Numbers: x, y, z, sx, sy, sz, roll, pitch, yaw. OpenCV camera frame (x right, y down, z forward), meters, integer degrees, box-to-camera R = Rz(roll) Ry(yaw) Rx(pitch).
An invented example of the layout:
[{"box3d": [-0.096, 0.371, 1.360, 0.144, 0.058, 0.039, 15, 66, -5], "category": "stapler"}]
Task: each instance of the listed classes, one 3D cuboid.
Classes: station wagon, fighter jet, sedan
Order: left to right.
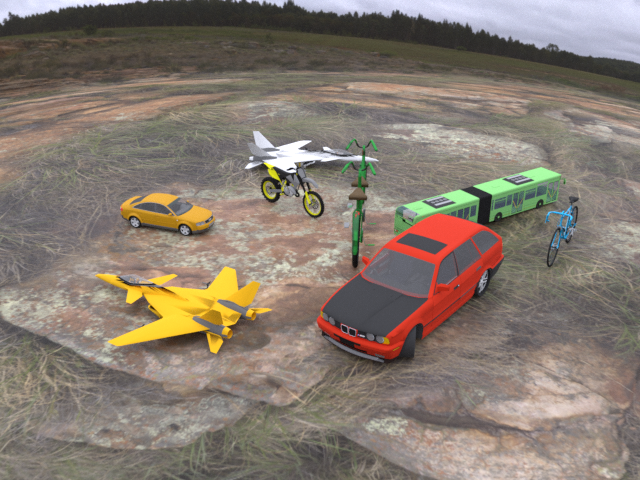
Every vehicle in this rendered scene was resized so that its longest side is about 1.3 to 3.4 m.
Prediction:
[{"box3d": [-2.031, 0.642, 9.131, 2.640, 0.557, 2.229, 15, 30, 28], "category": "fighter jet"}, {"box3d": [-2.503, -0.469, 11.498, 1.613, 0.483, 0.635, 9, 27, 18], "category": "sedan"}, {"box3d": [-0.131, -1.787, 14.124, 2.640, 0.557, 2.229, 2, 26, 3], "category": "fighter jet"}, {"box3d": [1.253, 0.466, 9.076, 1.327, 0.920, 3.105, 19, 32, 34], "category": "station wagon"}]

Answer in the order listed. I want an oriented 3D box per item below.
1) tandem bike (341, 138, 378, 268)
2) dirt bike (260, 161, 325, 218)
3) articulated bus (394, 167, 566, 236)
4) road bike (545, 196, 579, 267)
[{"box3d": [0.630, -0.723, 11.058, 0.550, 1.326, 3.192, 2, 26, 5], "category": "tandem bike"}, {"box3d": [-0.487, -0.919, 11.997, 1.493, 0.857, 0.527, 21, 33, 37], "category": "dirt bike"}, {"box3d": [2.717, -0.605, 11.689, 3.401, 0.561, 0.605, -16, 30, -29], "category": "articulated bus"}, {"box3d": [3.662, -0.182, 10.487, 0.358, 0.852, 1.545, 16, 30, 29], "category": "road bike"}]
